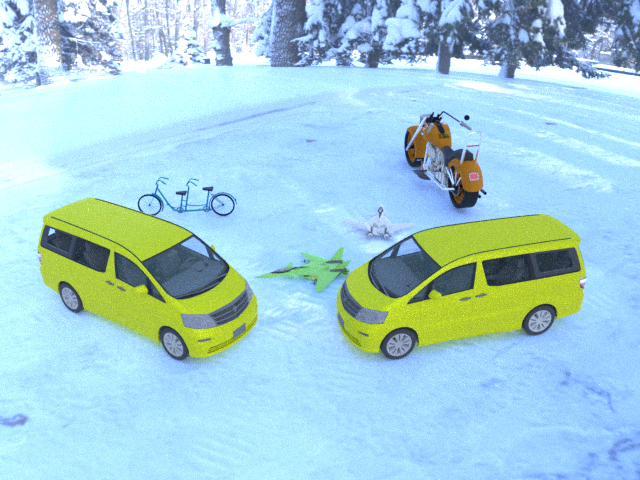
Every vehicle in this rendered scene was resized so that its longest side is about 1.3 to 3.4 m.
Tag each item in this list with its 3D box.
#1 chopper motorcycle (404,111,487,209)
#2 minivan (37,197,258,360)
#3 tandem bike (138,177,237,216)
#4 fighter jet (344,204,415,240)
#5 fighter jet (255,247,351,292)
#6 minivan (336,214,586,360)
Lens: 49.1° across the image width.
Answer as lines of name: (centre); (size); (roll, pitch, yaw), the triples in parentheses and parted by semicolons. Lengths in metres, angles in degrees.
chopper motorcycle: (2.149, -1.647, 12.518); (0.906, 1.480, 3.040); (-6, 27, -12)
minivan: (-2.181, 0.403, 8.745); (3.011, 1.197, 1.324); (17, 31, 30)
tandem bike: (-2.195, -0.703, 11.524); (1.642, 0.682, 0.283); (0, 27, -1)
fighter jet: (0.972, -0.396, 11.354); (1.147, 0.286, 1.358); (3, 27, 6)
fighter jet: (-0.251, 0.381, 9.804); (1.358, 0.286, 1.147); (-6, 27, -11)
minivan: (1.696, 0.497, 8.558); (3.011, 1.197, 1.324); (-7, 28, -14)
